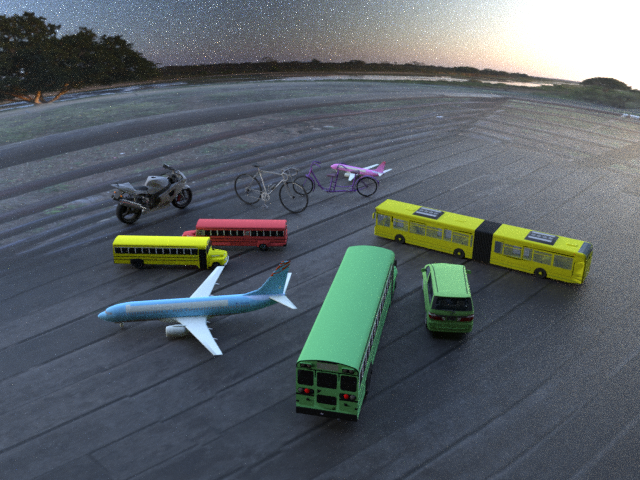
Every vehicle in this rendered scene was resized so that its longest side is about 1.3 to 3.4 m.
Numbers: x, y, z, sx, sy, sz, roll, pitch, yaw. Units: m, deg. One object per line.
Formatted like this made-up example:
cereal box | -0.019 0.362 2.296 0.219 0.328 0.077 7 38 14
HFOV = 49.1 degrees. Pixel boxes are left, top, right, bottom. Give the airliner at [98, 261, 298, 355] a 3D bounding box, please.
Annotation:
airliner | -1.596 0.707 9.040 2.541 0.835 2.257 -3 25 -6

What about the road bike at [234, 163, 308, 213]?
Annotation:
road bike | -0.896 -0.963 12.584 1.545 0.852 0.358 12 28 24

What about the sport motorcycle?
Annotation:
sport motorcycle | -2.917 -0.804 12.282 1.520 0.821 0.506 -20 32 -37

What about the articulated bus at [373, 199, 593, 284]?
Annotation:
articulated bus | 2.425 -0.018 10.909 3.401 0.561 0.605 15 29 28

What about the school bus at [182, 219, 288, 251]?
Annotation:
school bus | -1.379 -0.095 11.223 1.708 0.434 0.365 1 25 1

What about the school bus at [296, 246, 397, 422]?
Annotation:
school bus | 0.436 0.916 8.583 0.709 0.844 3.322 6 26 12

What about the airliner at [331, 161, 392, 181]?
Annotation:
airliner | 0.772 -1.494 14.217 1.307 0.429 1.161 16 29 30

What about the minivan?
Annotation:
minivan | 1.703 0.661 9.396 0.681 0.616 1.548 2 25 5

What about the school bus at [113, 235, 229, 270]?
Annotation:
school bus | -2.254 0.183 10.630 1.708 0.434 0.365 1 25 2

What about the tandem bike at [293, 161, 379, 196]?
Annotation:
tandem bike | 0.299 -1.143 13.169 1.642 0.682 0.283 1 25 2
